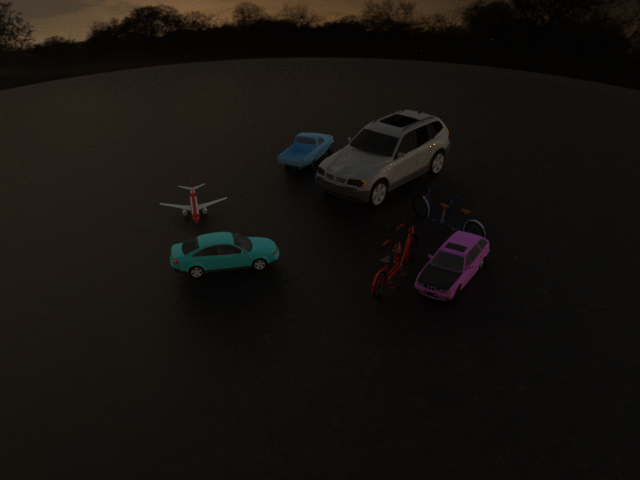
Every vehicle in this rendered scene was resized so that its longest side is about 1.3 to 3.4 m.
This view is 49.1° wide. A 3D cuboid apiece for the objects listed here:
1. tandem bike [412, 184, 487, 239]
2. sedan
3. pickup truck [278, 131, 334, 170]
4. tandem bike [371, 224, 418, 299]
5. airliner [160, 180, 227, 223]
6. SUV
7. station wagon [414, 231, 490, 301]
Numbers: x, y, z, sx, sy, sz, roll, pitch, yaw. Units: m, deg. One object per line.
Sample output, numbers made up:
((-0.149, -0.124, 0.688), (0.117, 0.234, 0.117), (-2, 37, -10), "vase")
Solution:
((2.071, -0.448, 11.325), (0.283, 0.682, 1.642), (-20, 34, -32), "tandem bike")
((-1.413, 0.161, 10.407), (1.613, 0.483, 0.635), (-6, 29, -12), "sedan")
((-0.265, -1.856, 14.109), (0.640, 0.511, 1.603), (11, 30, 20), "pickup truck")
((1.095, 0.249, 10.036), (0.283, 0.682, 1.642), (14, 32, 25), "tandem bike")
((-2.176, -0.702, 12.061), (1.161, 0.429, 1.307), (-6, 29, -11), "airliner")
((1.232, -1.619, 13.021), (1.276, 1.128, 3.058), (23, 36, 35), "SUV")
((1.929, 0.321, 10.122), (0.682, 0.473, 1.597), (16, 32, 28), "station wagon")
